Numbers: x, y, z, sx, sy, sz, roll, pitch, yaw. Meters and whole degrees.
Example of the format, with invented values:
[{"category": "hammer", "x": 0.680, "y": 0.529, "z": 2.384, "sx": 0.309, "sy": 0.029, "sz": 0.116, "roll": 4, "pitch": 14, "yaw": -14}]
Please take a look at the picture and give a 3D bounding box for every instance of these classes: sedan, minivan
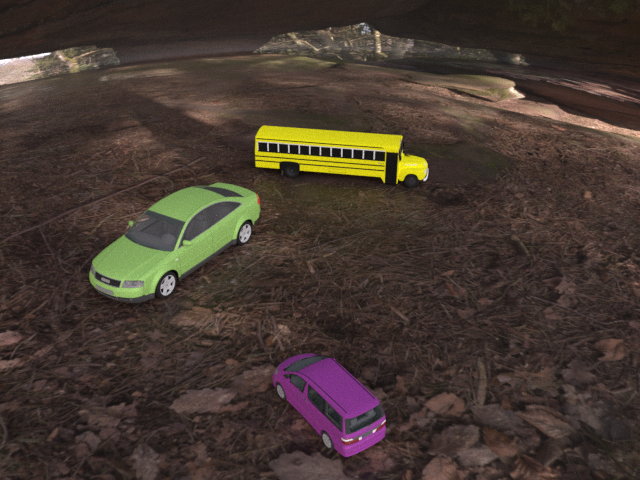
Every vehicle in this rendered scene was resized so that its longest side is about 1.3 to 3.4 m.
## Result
[{"category": "sedan", "x": -2.148, "y": -0.124, "z": 10.717, "sx": 1.235, "sy": 0.940, "sz": 3.137, "roll": 17, "pitch": 34, "yaw": 27}, {"category": "minivan", "x": 0.063, "y": 1.713, "z": 7.823, "sx": 0.681, "sy": 0.616, "sz": 1.548, "roll": -19, "pitch": 35, "yaw": -30}]

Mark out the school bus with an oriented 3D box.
[{"category": "school bus", "x": 0.424, "y": -1.629, "z": 13.453, "sx": 3.322, "sy": 0.844, "sz": 0.709, "roll": 6, "pitch": 30, "yaw": 10}]
